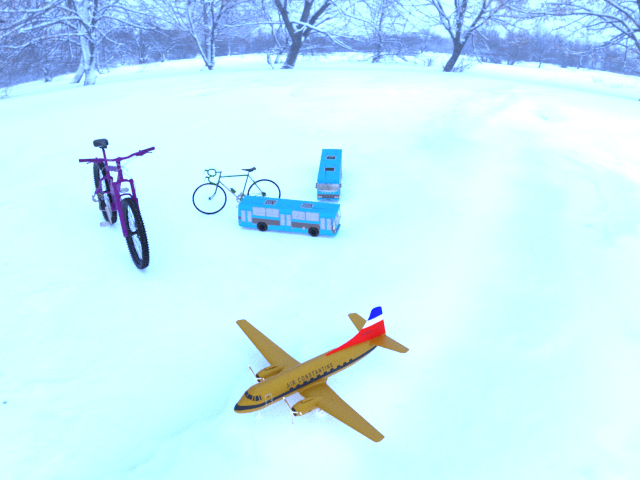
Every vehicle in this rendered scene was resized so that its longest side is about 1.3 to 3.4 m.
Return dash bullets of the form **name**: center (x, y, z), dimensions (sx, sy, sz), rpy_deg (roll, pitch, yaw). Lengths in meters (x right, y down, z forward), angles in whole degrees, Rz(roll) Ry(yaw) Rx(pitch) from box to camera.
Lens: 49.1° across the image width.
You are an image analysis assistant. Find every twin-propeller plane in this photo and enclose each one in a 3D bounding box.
- **twin-propeller plane**: center (-0.054, 1.374, 7.848), dimensions (2.129, 0.792, 2.663), rpy_deg (-19, 33, -33)

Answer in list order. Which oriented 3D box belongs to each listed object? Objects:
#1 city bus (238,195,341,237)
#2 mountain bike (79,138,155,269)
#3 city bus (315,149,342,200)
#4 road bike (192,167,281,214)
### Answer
- **city bus**: center (-0.508, -0.389, 11.676), dimensions (1.674, 0.460, 0.476), rpy_deg (6, 28, 12)
- **mountain bike**: center (-3.195, -0.717, 10.966), dimensions (1.114, 1.688, 2.857), rpy_deg (-14, 30, -26)
- **city bus**: center (0.195, -1.247, 13.360), dimensions (0.476, 0.460, 1.674), rpy_deg (2, 27, 3)
- **road bike**: center (-1.452, -0.869, 12.187), dimensions (1.545, 0.852, 0.358), rpy_deg (-5, 27, -9)
